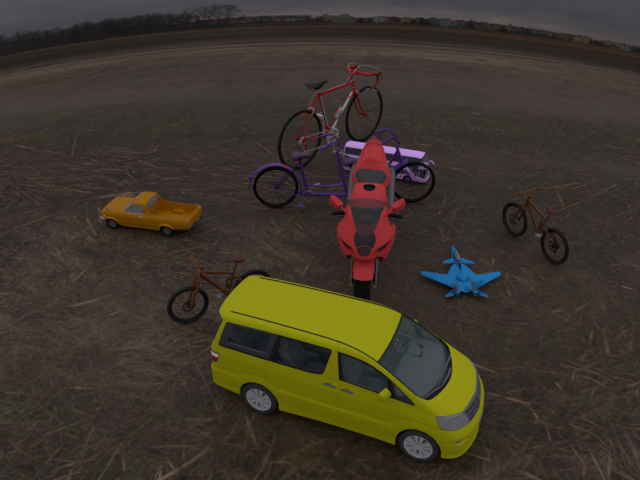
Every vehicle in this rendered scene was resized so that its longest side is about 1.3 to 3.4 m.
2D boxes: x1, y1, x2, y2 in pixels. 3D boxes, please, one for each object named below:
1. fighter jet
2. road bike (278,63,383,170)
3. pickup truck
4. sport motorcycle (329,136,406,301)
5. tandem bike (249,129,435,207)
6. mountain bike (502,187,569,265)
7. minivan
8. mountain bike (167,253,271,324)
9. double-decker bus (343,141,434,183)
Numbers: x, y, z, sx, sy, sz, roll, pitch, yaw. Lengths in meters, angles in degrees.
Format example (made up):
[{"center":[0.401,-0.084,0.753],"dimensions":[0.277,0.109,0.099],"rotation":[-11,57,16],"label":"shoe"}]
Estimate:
[{"center":[2.047,0.365,10.237],"dimensions":[1.147,0.286,1.358],"rotation":[0,31,0],"label":"fighter jet"},{"center":[0.269,-2.427,13.557],"dimensions":[0.697,1.656,3.004],"rotation":[26,40,36],"label":"road bike"},{"center":[-2.753,-0.470,11.410],"dimensions":[1.603,0.511,0.640],"rotation":[7,32,12],"label":"pickup truck"},{"center":[0.687,-0.254,9.996],"dimensions":[0.983,1.596,2.955],"rotation":[3,31,5],"label":"sport motorcycle"},{"center":[0.387,-1.175,11.792],"dimensions":[3.192,1.326,0.550],"rotation":[-2,31,-3],"label":"tandem bike"},{"center":[3.295,-0.250,10.697],"dimensions":[0.573,0.868,1.469],"rotation":[-14,34,-22],"label":"mountain bike"},{"center":[0.309,1.337,7.735],"dimensions":[3.011,1.197,1.324],"rotation":[12,33,19],"label":"minivan"},{"center":[-1.318,0.615,9.257],"dimensions":[1.469,0.868,0.573],"rotation":[-14,34,-22],"label":"mountain bike"},{"center":[1.258,-1.445,13.004],"dimensions":[1.672,0.541,0.389],"rotation":[11,33,18],"label":"double-decker bus"}]
